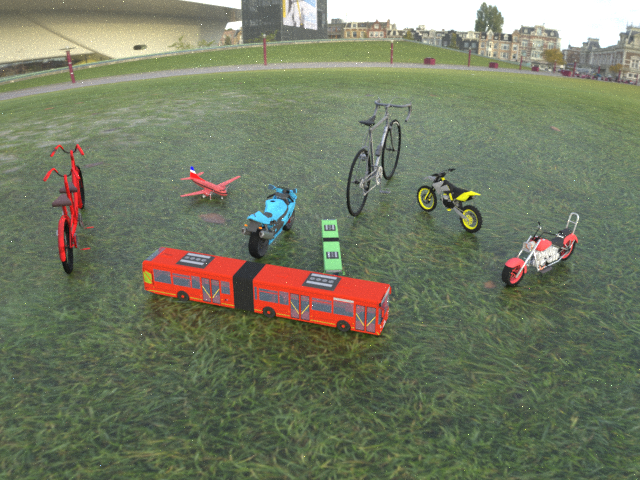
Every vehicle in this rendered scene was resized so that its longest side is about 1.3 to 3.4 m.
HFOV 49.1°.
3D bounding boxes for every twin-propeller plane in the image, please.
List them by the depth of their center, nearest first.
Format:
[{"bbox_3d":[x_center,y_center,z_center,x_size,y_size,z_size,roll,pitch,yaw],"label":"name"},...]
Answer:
[{"bbox_3d":[-2.064,-1.050,12.892,1.095,0.407,1.370,23,35,38],"label":"twin-propeller plane"}]

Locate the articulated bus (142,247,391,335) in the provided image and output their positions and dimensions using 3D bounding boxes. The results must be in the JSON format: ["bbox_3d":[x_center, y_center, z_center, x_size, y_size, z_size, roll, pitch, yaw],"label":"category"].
[{"bbox_3d":[-0.745,0.649,9.293,3.401,0.561,0.605,9,28,17],"label":"articulated bus"}]

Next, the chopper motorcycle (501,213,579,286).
[{"bbox_3d":[3.205,0.129,10.116,1.563,0.761,0.466,-18,32,-33],"label":"chopper motorcycle"}]

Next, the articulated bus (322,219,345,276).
[{"bbox_3d":[0.167,0.154,10.597,0.311,0.289,1.749,-1,26,-1],"label":"articulated bus"}]

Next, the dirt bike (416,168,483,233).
[{"bbox_3d":[2.148,-0.700,11.680,0.527,0.857,1.493,-18,32,-32],"label":"dirt bike"}]

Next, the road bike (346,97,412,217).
[{"bbox_3d":[1.018,-1.570,12.535,0.696,1.656,3.004,10,28,20],"label":"road bike"}]

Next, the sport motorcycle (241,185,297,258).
[{"bbox_3d":[-0.742,-0.317,10.948,0.506,0.821,1.520,10,28,20],"label":"sport motorcycle"}]

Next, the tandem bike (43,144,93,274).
[{"bbox_3d":[-3.930,-0.630,11.012,0.550,1.326,3.192,-6,27,-11],"label":"tandem bike"}]
